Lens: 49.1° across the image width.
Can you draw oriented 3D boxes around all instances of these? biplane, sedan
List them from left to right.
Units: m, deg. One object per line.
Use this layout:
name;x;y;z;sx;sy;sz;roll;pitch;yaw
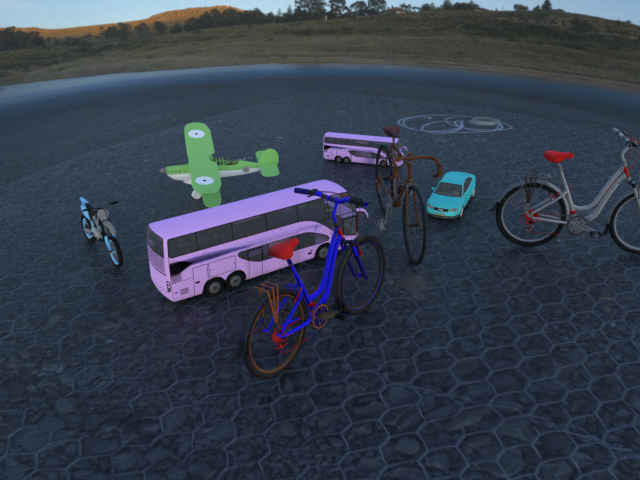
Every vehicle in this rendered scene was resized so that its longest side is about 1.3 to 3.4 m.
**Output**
biplane;-1.774;-1.263;12.446;2.120;0.981;2.598;-6;27;-11
sedan;2.292;-0.839;12.151;0.635;0.483;1.613;11;28;21

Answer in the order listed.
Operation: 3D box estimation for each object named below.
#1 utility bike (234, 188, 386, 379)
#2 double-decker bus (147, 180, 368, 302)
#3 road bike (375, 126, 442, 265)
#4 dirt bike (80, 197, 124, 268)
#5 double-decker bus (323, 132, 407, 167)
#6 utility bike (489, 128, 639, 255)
utility bike;-0.097;0.379;8.177;1.039;1.839;2.791;19;32;34
double-decker bus;-0.819;-0.064;9.952;3.251;1.052;0.756;-17;31;-31
road bike;1.219;-0.839;10.834;0.697;1.656;3.004;-4;27;-8
dirt bike;-3.270;-0.180;10.406;0.527;0.857;1.493;-19;32;-33
double-decker bus;0.890;-1.811;14.044;1.672;0.541;0.389;7;27;15
utility bike;3.972;-0.732;10.412;2.791;1.839;1.039;5;27;9
